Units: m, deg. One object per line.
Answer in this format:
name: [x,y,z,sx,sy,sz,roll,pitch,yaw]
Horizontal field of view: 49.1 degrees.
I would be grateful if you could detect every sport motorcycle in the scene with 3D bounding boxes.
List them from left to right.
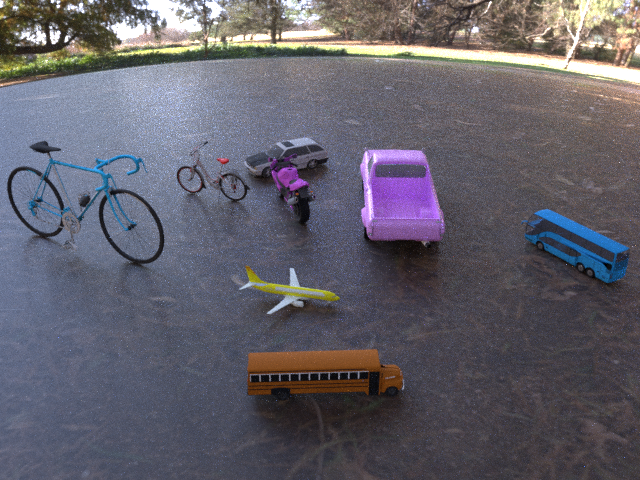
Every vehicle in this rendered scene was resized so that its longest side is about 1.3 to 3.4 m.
sport motorcycle: [-0.482,-0.877,11.591,0.506,0.821,1.520,-10,30,-19]

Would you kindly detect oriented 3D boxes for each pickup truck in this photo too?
pickup truck: [1.285,-0.851,11.360,1.244,0.993,3.117,1,28,2]

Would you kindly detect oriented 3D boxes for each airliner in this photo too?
airliner: [-0.377,0.595,9.246,1.307,0.429,1.161,6,29,11]

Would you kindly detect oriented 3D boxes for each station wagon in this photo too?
station wagon: [-0.647,-1.600,13.317,1.597,0.473,0.682,-14,31,-24]

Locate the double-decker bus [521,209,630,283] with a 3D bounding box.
double-decker bus: [3.667,0.048,10.153,0.389,0.541,1.672,-16,32,-27]

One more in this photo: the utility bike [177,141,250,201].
utility bike: [-1.870,-1.132,11.938,1.435,0.946,0.535,11,30,19]

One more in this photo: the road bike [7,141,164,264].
road bike: [-3.504,-0.596,10.178,3.004,1.656,0.697,13,31,24]

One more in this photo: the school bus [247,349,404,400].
school bus: [0.065,1.454,7.629,1.708,0.434,0.365,-1,28,-2]
